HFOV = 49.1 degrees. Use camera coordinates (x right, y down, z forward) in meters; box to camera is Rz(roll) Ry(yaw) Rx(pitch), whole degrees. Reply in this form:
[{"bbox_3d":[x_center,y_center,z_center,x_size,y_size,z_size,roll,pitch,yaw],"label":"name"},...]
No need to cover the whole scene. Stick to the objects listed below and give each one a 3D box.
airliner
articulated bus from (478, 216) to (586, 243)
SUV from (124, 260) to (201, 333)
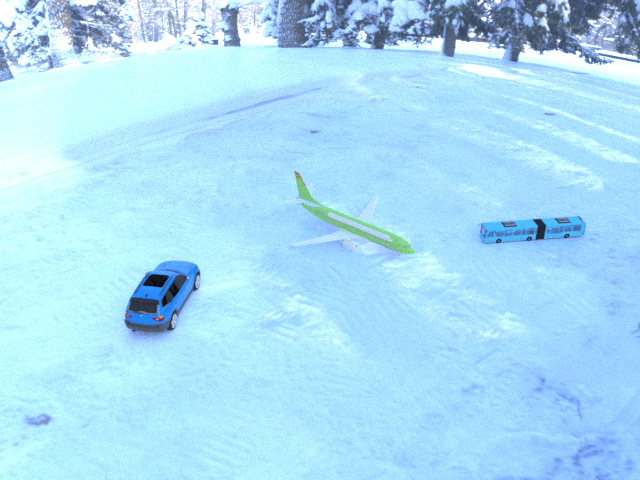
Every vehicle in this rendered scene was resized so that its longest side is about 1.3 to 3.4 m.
[{"bbox_3d":[0.502,-0.420,11.412,2.541,0.835,2.257,23,37,34],"label":"airliner"},{"bbox_3d":[3.494,-0.173,11.532,1.749,0.289,0.311,-4,31,-7],"label":"articulated bus"},{"bbox_3d":[-2.179,0.693,9.759,0.656,0.580,1.572,5,31,9],"label":"SUV"}]
